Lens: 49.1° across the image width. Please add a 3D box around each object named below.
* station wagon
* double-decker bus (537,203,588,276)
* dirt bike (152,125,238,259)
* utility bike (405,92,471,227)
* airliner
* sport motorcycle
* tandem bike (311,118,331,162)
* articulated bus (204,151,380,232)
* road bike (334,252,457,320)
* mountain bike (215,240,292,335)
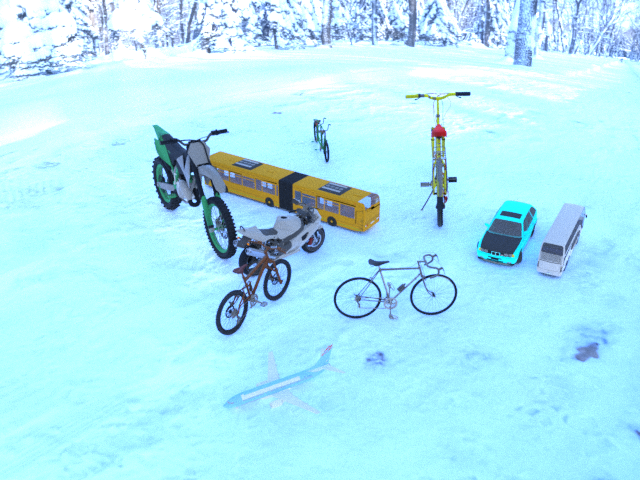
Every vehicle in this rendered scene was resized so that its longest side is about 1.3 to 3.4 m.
[{"bbox_3d":[2.805,-0.155,10.418,0.682,0.473,1.597,13,30,23],"label":"station wagon"},{"bbox_3d":[3.518,-0.046,10.137,0.389,0.541,1.672,14,31,25],"label":"double-decker bus"},{"bbox_3d":[-1.953,-0.887,10.530,1.024,1.666,2.903,-17,32,-29],"label":"dirt bike"},{"bbox_3d":[1.858,-1.435,11.393,1.039,1.839,2.791,4,28,7],"label":"utility bike"},{"bbox_3d":[-0.417,1.454,7.387,1.307,0.429,1.161,-14,31,-25],"label":"airliner"},{"bbox_3d":[-0.524,-0.032,9.808,1.520,0.821,0.506,-21,34,-34],"label":"sport motorcycle"},{"bbox_3d":[0.022,-2.090,13.896,0.283,0.682,1.642,-5,28,-9],"label":"tandem bike"},{"bbox_3d":[-0.575,-0.848,11.648,3.401,0.561,0.605,18,33,31],"label":"articulated bus"},{"bbox_3d":[0.937,0.585,8.593,1.545,0.852,0.358,-2,28,-4],"label":"road bike"},{"bbox_3d":[-0.796,0.554,8.634,0.573,0.868,1.469,17,32,29],"label":"mountain bike"}]
